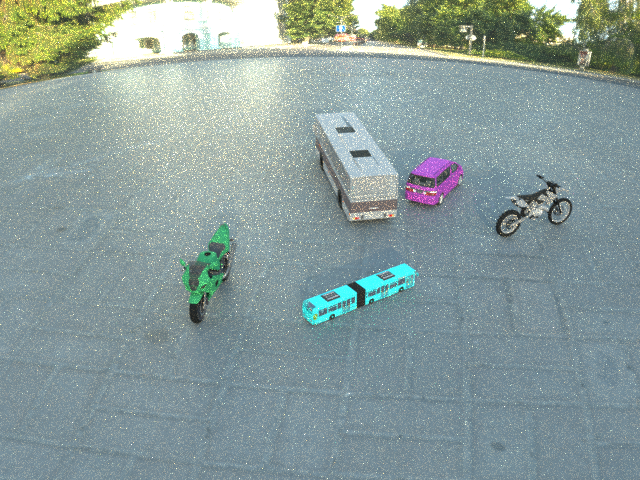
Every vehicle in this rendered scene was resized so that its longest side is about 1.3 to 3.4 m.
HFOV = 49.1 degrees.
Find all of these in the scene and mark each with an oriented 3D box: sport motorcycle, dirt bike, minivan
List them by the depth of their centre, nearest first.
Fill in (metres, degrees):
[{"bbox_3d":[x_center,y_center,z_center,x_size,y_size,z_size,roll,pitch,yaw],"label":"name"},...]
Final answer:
[{"bbox_3d":[-1.477,0.436,9.408,0.506,0.821,1.520,5,29,9],"label":"sport motorcycle"},{"bbox_3d":[3.450,-0.537,11.168,1.493,0.857,0.527,-12,31,-21],"label":"dirt bike"},{"bbox_3d":[2.079,-1.133,12.524,0.681,0.616,1.548,15,32,26],"label":"minivan"}]

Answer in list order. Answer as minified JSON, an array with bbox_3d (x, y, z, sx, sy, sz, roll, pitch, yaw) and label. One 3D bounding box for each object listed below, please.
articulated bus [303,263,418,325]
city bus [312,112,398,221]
[{"bbox_3d":[0.562,0.715,9.451,1.749,0.289,0.311,-18,33,-30],"label":"articulated bus"},{"bbox_3d":[0.579,-1.369,12.667,0.926,0.894,3.255,-5,29,-9],"label":"city bus"}]
